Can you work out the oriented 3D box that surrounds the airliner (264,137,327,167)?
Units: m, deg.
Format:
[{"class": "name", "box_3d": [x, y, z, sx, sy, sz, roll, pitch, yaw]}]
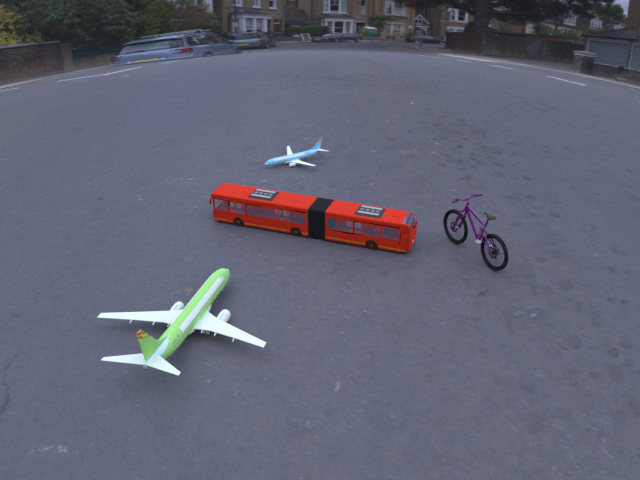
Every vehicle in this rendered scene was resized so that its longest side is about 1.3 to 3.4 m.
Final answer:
[{"class": "airliner", "box_3d": [-0.505, -1.728, 13.830, 1.307, 0.429, 1.161, -15, 33, -25]}]

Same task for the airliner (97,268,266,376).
[{"class": "airliner", "box_3d": [-1.669, 0.819, 8.862, 2.257, 0.835, 2.541, 8, 30, 14]}]

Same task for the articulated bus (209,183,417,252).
[{"class": "articulated bus", "box_3d": [-0.156, -0.381, 11.288, 3.401, 0.561, 0.605, 10, 31, 17]}]

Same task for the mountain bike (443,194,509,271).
[{"class": "mountain bike", "box_3d": [2.345, -0.150, 10.559, 0.573, 0.868, 1.469, -15, 32, -25]}]
